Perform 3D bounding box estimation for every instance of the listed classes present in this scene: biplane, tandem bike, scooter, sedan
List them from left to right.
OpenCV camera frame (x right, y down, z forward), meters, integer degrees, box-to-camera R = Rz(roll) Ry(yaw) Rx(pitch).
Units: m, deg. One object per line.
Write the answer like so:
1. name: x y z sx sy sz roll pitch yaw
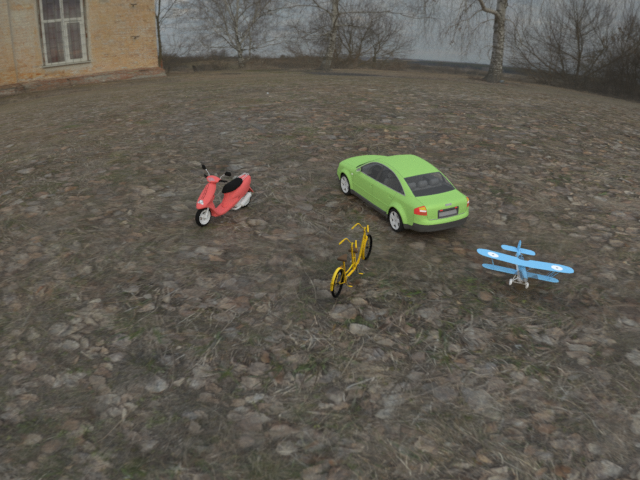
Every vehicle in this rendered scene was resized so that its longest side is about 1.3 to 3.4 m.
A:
1. scooter: -1.634 -0.834 11.934 0.662 0.919 1.399 18 31 32
2. tandem bike: 0.468 0.233 9.990 0.283 0.682 1.642 10 28 21
3. sedan: 1.360 -1.011 12.279 1.235 0.940 3.137 -12 28 -23
4. biplane: 2.881 0.348 9.955 1.336 0.504 1.090 4 26 8
